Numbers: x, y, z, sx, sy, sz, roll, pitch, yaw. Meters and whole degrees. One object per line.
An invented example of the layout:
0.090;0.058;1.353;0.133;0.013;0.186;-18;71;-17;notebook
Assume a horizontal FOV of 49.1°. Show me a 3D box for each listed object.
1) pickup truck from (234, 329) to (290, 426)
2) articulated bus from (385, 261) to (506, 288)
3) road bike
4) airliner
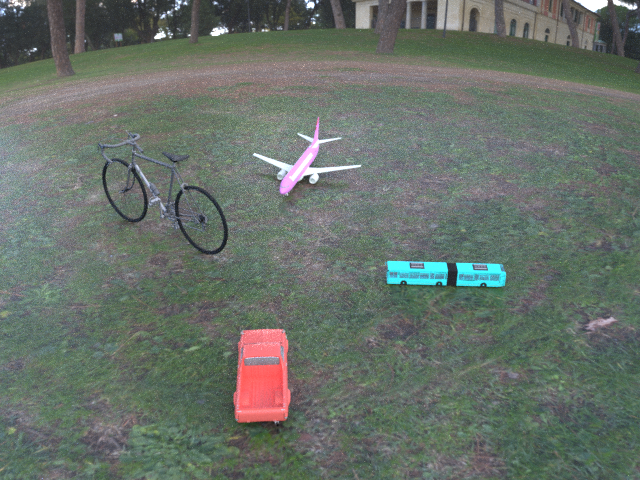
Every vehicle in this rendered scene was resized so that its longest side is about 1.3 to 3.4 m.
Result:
-0.680;1.538;8.268;0.640;0.511;1.603;-2;29;-3;pickup truck
1.849;0.505;10.396;1.749;0.289;0.311;1;29;3;articulated bus
-2.604;-0.791;11.346;3.004;1.656;0.697;20;34;32;road bike
-0.356;-1.646;13.774;2.257;0.835;2.541;8;30;14;airliner
